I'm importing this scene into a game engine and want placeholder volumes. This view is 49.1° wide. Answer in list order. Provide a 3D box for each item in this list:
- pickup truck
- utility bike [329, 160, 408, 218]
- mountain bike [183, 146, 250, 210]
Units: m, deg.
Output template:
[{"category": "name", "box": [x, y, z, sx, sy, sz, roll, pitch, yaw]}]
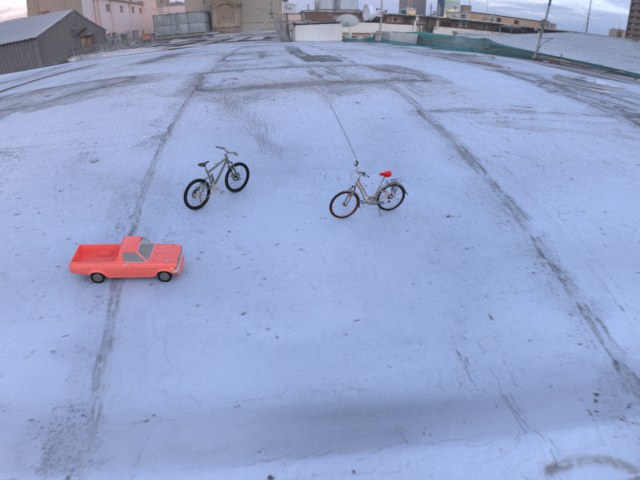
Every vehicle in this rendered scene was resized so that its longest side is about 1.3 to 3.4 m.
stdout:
[{"category": "pickup truck", "box": [-2.824, 0.253, 10.260, 1.603, 0.511, 0.640, -1, 31, -1]}, {"category": "utility bike", "box": [0.848, -0.813, 11.631, 1.435, 0.946, 0.535, -10, 32, -17]}, {"category": "mountain bike", "box": [-1.786, -1.082, 12.162, 0.573, 0.868, 1.469, 25, 39, 36]}]
